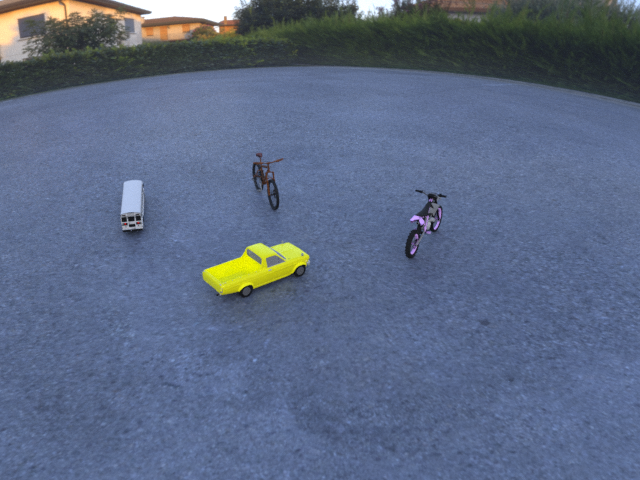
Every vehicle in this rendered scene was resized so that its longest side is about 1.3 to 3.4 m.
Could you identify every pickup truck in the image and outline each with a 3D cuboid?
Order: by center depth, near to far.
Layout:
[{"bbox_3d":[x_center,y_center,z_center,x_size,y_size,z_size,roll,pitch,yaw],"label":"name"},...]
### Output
[{"bbox_3d":[-0.928,0.381,10.386,1.603,0.511,0.640,-20,33,-33],"label":"pickup truck"}]

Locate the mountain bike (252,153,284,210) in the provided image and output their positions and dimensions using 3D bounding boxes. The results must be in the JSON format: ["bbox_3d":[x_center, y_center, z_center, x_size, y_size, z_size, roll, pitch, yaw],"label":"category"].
[{"bbox_3d":[-1.020,-1.151,12.926,0.573,0.868,1.469,-11,29,-19],"label":"mountain bike"}]

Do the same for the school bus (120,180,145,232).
[{"bbox_3d":[-3.314,-0.646,12.430,0.365,0.434,1.708,-6,28,-10],"label":"school bus"}]

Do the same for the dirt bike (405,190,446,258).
[{"bbox_3d":[1.707,-0.323,11.357,0.527,0.857,1.493,15,31,26],"label":"dirt bike"}]
